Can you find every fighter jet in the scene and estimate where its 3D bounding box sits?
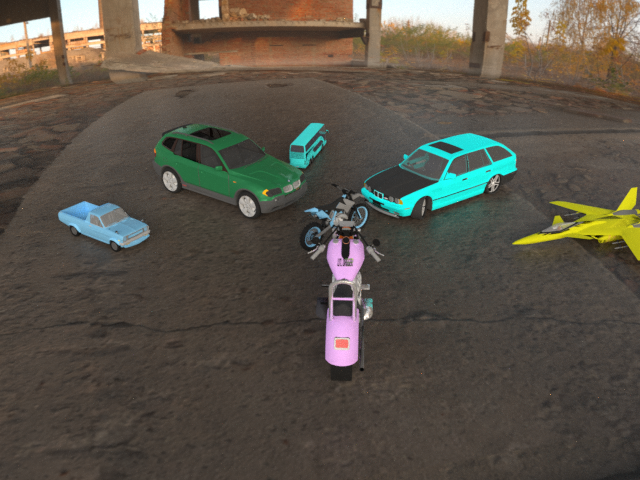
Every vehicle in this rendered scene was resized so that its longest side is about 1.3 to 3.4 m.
[{"bbox_3d":[4.241,-0.283,11.181,2.640,0.557,2.229,-9,28,-17],"label":"fighter jet"}]

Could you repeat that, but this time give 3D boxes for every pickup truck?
[{"bbox_3d":[-3.487,-0.298,11.260,1.603,0.511,0.640,17,32,30],"label":"pickup truck"}]

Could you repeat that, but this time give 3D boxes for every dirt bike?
[{"bbox_3d":[0.250,-0.388,11.057,1.493,0.857,0.527,-23,35,-37],"label":"dirt bike"}]

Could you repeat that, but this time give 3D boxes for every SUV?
[{"bbox_3d":[-1.672,-1.338,12.620,3.058,1.128,1.276,18,32,32],"label":"SUV"}]

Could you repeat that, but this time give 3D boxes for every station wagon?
[{"bbox_3d":[2.186,-1.235,12.646,3.105,0.920,1.327,-19,33,-33],"label":"station wagon"}]

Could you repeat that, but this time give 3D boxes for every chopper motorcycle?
[{"bbox_3d":[0.319,0.452,8.725,0.906,1.480,3.040,1,27,3],"label":"chopper motorcycle"}]

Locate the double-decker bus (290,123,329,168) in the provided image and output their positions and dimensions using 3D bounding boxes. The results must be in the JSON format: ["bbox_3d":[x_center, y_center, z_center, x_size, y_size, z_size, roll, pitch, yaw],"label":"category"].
[{"bbox_3d":[-0.225,-1.984,14.532,0.389,0.541,1.672,7,28,14],"label":"double-decker bus"}]
